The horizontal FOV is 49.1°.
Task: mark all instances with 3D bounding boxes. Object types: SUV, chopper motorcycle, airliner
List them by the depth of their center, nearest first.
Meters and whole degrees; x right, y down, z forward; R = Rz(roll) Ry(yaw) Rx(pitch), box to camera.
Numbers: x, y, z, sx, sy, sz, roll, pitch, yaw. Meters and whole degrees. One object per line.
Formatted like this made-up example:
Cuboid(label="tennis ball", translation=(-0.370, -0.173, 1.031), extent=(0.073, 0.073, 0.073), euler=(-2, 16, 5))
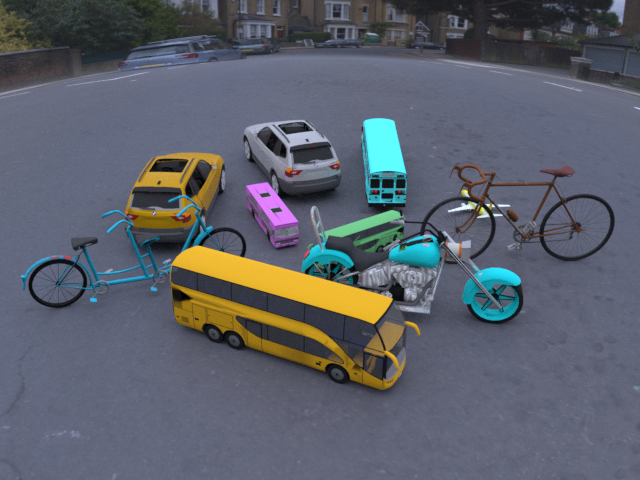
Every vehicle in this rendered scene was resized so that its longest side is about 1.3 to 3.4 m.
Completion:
Cuboid(label="chopper motorcycle", translation=(1.238, 0.339, 9.497), extent=(3.040, 1.480, 0.906), euler=(5, 29, 10))
Cuboid(label="SUV", translation=(-2.472, -0.946, 12.180), extent=(1.276, 1.128, 3.058), euler=(2, 29, 3))
Cuboid(label="airliner", translation=(2.790, -0.711, 12.477), extent=(1.161, 0.429, 1.307), euler=(-6, 29, -10))
Cuboid(label="SUV", translation=(-0.597, -1.812, 13.745), extent=(1.276, 1.128, 3.058), euler=(-11, 31, -18))

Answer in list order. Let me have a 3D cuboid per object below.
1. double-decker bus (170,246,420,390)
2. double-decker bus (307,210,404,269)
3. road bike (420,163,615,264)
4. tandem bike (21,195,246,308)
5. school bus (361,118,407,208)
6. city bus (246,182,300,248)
Cuboid(label="double-decker bus", translation=(-0.402, 0.955, 8.826), extent=(3.251, 1.052, 0.756), euler=(14, 32, 23))
Cuboid(label="double-decker bus", translation=(0.603, 0.001, 11.076), extent=(1.672, 0.541, 0.389), euler=(-18, 34, -29))
Cuboid(label="road bike", translation=(3.030, -0.378, 10.610), extent=(3.004, 1.656, 0.697), euler=(-1, 29, -2))
Cuboid(label="tandem bike", translation=(-2.596, 0.150, 9.997), extent=(3.192, 1.326, 0.550), euler=(-12, 31, -20))
Cuboid(label="school bus", translation=(1.203, -1.604, 13.663), extent=(0.709, 0.844, 3.322), euler=(0, 29, 1))
Cuboid(label="city bus", translation=(-0.831, -0.431, 11.941), extent=(0.476, 0.460, 1.674), euler=(-11, 31, -19))
